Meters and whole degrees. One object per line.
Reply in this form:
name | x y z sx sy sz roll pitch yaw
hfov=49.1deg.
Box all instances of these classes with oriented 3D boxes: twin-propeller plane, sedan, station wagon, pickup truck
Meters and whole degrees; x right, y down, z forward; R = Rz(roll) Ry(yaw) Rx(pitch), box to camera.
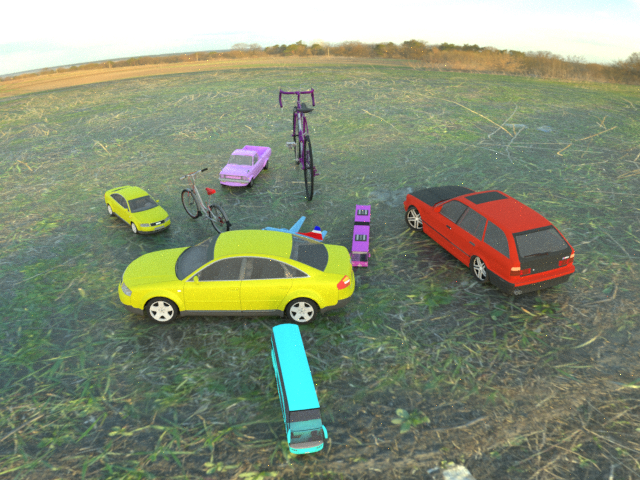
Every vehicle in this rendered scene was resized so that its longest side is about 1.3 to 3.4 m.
twin-propeller plane | -0.453 -0.112 10.940 1.095 0.407 1.370 12 29 22
sedan | -1.104 0.416 9.307 3.137 0.940 1.235 0 27 0
station wagon | 2.448 -0.261 10.666 1.327 0.920 3.105 -11 29 -21
pickup truck | -1.432 -1.496 13.560 0.640 0.511 1.603 6 27 12
sedan | -3.077 -0.564 11.750 0.635 0.483 1.613 -20 33 -34

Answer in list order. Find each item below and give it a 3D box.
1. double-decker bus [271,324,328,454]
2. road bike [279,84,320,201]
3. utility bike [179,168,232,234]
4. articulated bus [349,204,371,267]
double-decker bus | -0.263 1.564 7.479 0.389 0.541 1.672 -5 27 -9
road bike | -0.333 -1.901 13.093 0.696 1.656 3.004 -4 27 -7
utility bike | -1.918 -0.617 11.341 0.535 0.946 1.435 -22 34 -36
articulated bus | 0.654 -0.100 11.048 0.311 0.289 1.749 2 27 4
